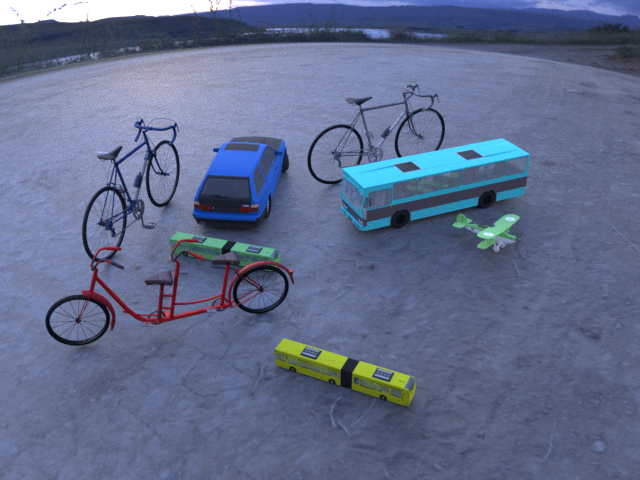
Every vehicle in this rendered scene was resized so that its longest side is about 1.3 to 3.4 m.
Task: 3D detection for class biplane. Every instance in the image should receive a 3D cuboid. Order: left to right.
[{"bbox_3d":[2.645,-0.142,11.001,1.090,0.504,1.336,20,36,30],"label":"biplane"}]

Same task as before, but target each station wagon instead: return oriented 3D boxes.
[{"bbox_3d":[-1.346,-1.267,12.486,1.327,0.920,3.105,3,31,6],"label":"station wagon"}]

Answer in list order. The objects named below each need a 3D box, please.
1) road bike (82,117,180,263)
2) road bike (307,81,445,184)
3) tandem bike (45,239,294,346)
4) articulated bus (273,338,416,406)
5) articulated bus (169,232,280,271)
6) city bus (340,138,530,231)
[{"bbox_3d":[-2.954,-0.896,11.142,0.696,1.656,3.004,9,32,14],"label":"road bike"},{"bbox_3d":[1.107,-1.978,12.963,3.004,1.656,0.697,-15,34,-23],"label":"road bike"},{"bbox_3d":[-1.875,0.601,8.945,3.192,1.326,0.550,-9,32,-15],"label":"tandem bike"},{"bbox_3d":[0.269,1.561,8.345,1.749,0.289,0.311,13,33,21],"label":"articulated bus"},{"bbox_3d":[-1.465,0.173,10.681,1.749,0.289,0.311,10,32,16],"label":"articulated bus"},{"bbox_3d":[1.983,-0.944,11.968,3.255,0.894,0.926,-13,33,-20],"label":"city bus"}]
